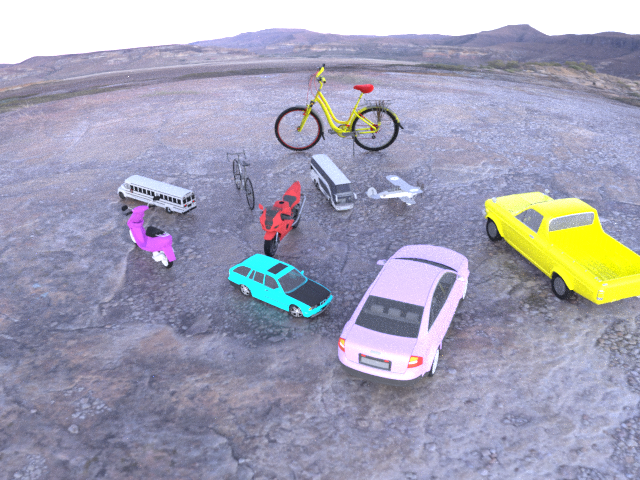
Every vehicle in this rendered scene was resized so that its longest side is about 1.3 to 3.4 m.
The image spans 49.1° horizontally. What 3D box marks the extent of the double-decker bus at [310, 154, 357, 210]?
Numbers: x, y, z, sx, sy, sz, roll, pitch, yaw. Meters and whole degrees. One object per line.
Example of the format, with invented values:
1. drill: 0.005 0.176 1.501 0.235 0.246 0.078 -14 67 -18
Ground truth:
1. double-decker bus: 0.218 -1.085 13.176 0.389 0.541 1.672 -9 29 -16

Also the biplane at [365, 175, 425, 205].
1. biplane: 1.373 -0.874 12.824 1.090 0.504 1.336 -8 29 -15

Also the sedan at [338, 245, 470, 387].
1. sedan: 1.210 0.761 9.321 1.235 0.940 3.137 11 30 20

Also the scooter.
1. scooter: -2.696 -0.149 11.037 0.662 0.919 1.399 -22 35 -35

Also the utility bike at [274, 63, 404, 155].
1. utility bike: 0.415 -2.686 14.786 2.791 1.839 1.039 0 28 0

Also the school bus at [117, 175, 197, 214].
1. school bus: -3.036 -0.850 12.853 1.708 0.434 0.365 17 32 28

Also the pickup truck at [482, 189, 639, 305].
1. pickup truck: 3.749 -0.030 10.736 1.244 0.993 3.117 -9 30 -16

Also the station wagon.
1. station wagon: -0.576 0.619 10.078 1.597 0.473 0.682 19 34 32

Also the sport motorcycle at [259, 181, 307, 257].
1. sport motorcycle: -0.613 -0.354 11.522 0.506 0.821 1.520 9 29 16

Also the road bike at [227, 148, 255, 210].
1. road bike: -1.429 -1.159 12.986 0.358 0.852 1.545 -10 30 -17
